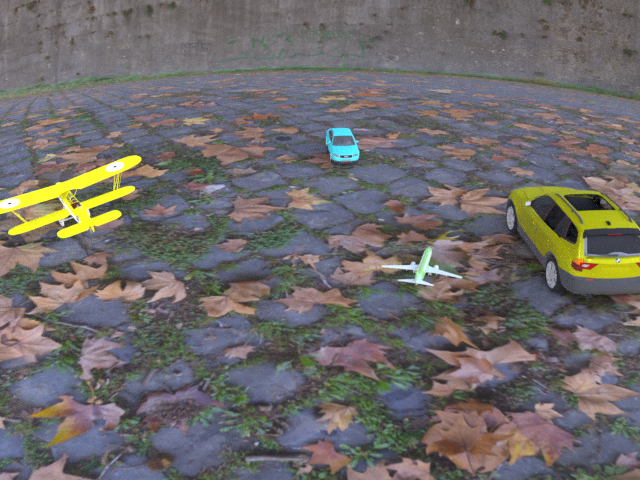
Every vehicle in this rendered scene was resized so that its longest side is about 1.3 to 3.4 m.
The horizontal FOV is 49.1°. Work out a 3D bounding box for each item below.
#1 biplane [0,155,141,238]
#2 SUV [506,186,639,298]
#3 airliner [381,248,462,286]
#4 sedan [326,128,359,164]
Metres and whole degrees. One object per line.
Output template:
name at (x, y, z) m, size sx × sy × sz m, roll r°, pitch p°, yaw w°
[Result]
biplane at (-3.960, -0.529, 11.180) m, size 2.598 × 0.981 × 2.120 m, roll -16°, pitch 31°, yaw -29°
SUV at (3.752, -0.215, 10.388) m, size 1.276 × 1.128 × 3.058 m, roll -1°, pitch 27°, yaw -3°
airliner at (1.495, 0.308, 10.123) m, size 1.161 × 0.429 × 1.307 m, roll 8°, pitch 28°, yaw 15°
sedan at (0.467, -2.047, 14.769) m, size 0.635 × 0.483 × 1.613 m, roll -2°, pitch 27°, yaw -4°
